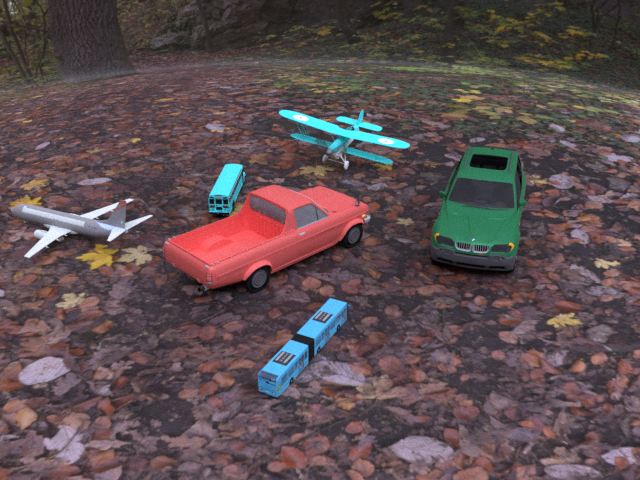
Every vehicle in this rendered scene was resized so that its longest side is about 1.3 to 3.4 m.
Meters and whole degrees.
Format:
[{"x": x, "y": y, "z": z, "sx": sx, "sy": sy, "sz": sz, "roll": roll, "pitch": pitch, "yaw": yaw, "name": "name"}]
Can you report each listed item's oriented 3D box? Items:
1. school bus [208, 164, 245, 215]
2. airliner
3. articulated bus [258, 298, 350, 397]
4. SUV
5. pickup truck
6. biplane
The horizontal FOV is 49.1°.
[{"x": -1.593, "y": -0.921, "z": 12.190, "sx": 0.365, "sy": 0.434, "sz": 1.708, "roll": 2, "pitch": 27, "yaw": 3, "name": "school bus"}, {"x": -3.903, "y": -0.443, "z": 10.819, "sx": 2.541, "sy": 0.835, "sz": 2.257, "roll": 13, "pitch": 30, "yaw": 23, "name": "airliner"}, {"x": -0.158, "y": 1.216, "z": 8.185, "sx": 0.311, "sy": 0.289, "sz": 1.749, "roll": 13, "pitch": 30, "yaw": 24, "name": "articulated bus"}, {"x": 2.501, "y": -0.577, "z": 10.758, "sx": 1.276, "sy": 1.128, "sz": 3.058, "roll": 8, "pitch": 28, "yaw": 15, "name": "SUV"}, {"x": -0.679, "y": -0.169, "z": 10.111, "sx": 3.117, "sy": 0.993, "sz": 1.244, "roll": -24, "pitch": 36, "yaw": -38, "name": "pickup truck"}, {"x": 0.551, "y": -2.003, "z": 13.699, "sx": 2.598, "sy": 0.981, "sz": 2.120, "roll": 10, "pitch": 29, "yaw": 18, "name": "biplane"}]
